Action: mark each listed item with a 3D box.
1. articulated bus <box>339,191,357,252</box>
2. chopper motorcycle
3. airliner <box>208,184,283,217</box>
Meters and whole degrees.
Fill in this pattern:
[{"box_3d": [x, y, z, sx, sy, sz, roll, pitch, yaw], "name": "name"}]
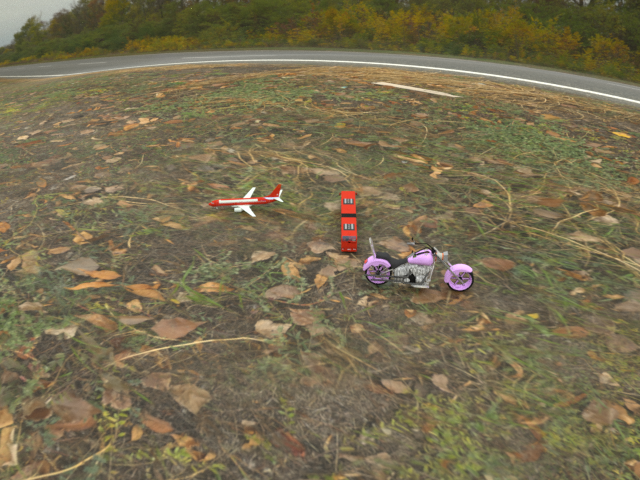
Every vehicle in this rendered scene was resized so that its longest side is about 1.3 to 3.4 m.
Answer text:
[{"box_3d": [0.474, -0.335, 11.584, 0.311, 0.289, 1.749, 1, 29, 1], "name": "articulated bus"}, {"box_3d": [1.392, 0.346, 9.862, 1.563, 0.761, 0.466, 3, 29, 5], "name": "chopper motorcycle"}, {"box_3d": [-1.297, -0.753, 12.194, 1.307, 0.429, 1.161, -2, 29, -4], "name": "airliner"}]
